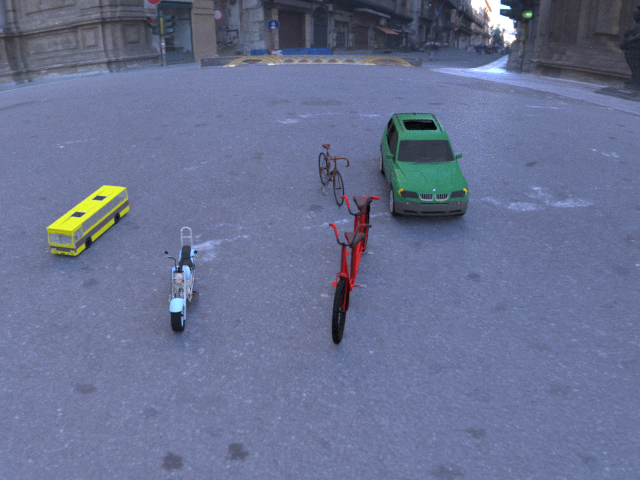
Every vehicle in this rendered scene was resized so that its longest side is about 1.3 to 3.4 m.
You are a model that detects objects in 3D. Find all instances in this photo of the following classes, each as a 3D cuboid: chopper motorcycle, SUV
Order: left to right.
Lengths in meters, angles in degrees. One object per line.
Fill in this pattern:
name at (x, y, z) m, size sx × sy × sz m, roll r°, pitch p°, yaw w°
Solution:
chopper motorcycle at (-1.760, 0.479, 8.937) m, size 0.466 × 0.761 × 1.563 m, roll -2°, pitch 27°, yaw -3°
SUV at (1.747, -1.377, 12.164) m, size 1.276 × 1.128 × 3.058 m, roll 0°, pitch 27°, yaw -1°

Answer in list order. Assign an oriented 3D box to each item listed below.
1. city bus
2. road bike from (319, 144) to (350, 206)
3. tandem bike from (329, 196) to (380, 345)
city bus at (-3.539, -0.311, 10.814) m, size 0.476 × 0.460 × 1.674 m, roll 6°, pitch 28°, yaw 12°
road bike at (0.186, -1.184, 12.091) m, size 0.358 × 0.852 × 1.545 m, roll -7°, pitch 28°, yaw -14°
tandem bike at (0.450, 0.058, 9.141) m, size 0.550 × 1.326 × 3.192 m, roll 5°, pitch 27°, yaw 9°
